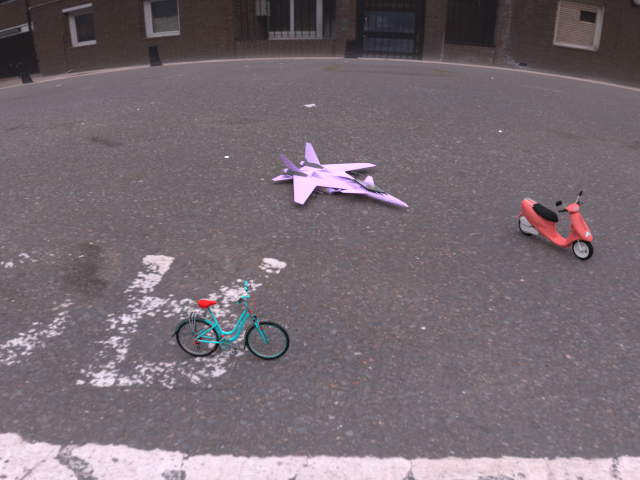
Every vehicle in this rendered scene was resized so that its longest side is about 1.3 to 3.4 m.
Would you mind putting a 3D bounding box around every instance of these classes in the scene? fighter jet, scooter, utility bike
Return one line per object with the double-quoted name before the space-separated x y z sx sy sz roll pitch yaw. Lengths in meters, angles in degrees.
"fighter jet" 0.483 -1.113 12.645 2.640 0.557 2.229 21 35 33
"scooter" 3.635 -0.314 10.784 0.662 0.919 1.399 -21 35 -33
"utility bike" -1.073 0.984 8.355 1.435 0.946 0.535 2 28 4
